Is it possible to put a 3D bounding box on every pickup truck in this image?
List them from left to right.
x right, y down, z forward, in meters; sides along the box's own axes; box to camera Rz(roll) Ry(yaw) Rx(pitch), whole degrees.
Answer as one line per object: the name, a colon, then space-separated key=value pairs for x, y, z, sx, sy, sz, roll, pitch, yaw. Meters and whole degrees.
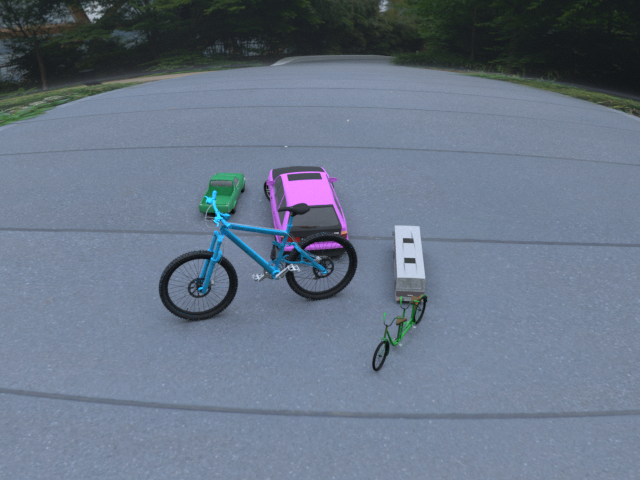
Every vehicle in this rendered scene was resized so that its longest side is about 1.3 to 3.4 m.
pickup truck: x=-1.825 y=-0.922 z=13.149 sx=0.640 sy=0.511 sz=1.603 roll=2 pitch=28 yaw=4

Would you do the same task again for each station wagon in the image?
station wagon: x=-0.276 y=-0.731 z=12.359 sx=1.327 sy=0.920 sz=3.105 roll=-4 pitch=28 yaw=-7

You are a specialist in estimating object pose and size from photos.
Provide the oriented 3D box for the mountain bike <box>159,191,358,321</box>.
mountain bike: x=-0.824 y=0.241 z=9.736 sx=2.857 sy=1.688 sz=1.114 roll=-8 pitch=29 yaw=-15

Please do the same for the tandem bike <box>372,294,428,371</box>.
tandem bike: x=1.081 y=1.088 z=9.221 sx=0.283 sy=0.682 sz=1.642 roll=16 pitch=32 yaw=27

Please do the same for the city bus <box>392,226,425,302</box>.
city bus: x=1.363 y=0.357 z=10.818 sx=0.476 sy=0.460 sz=1.674 roll=2 pitch=28 yaw=4
